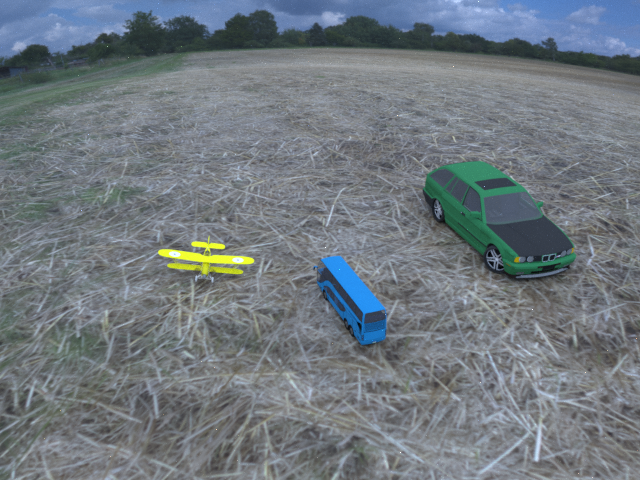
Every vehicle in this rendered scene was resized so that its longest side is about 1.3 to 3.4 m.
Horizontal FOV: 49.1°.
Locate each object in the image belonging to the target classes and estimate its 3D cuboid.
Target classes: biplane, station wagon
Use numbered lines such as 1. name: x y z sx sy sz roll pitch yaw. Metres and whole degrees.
1. biplane: -1.623 0.289 10.151 1.336 0.504 1.090 -2 27 -4
2. station wagon: 2.780 -0.457 11.147 1.327 0.920 3.105 -8 28 -16

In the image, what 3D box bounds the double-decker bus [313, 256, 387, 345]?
1. double-decker bus: 0.378 0.741 9.233 0.389 0.541 1.672 -10 29 -18
